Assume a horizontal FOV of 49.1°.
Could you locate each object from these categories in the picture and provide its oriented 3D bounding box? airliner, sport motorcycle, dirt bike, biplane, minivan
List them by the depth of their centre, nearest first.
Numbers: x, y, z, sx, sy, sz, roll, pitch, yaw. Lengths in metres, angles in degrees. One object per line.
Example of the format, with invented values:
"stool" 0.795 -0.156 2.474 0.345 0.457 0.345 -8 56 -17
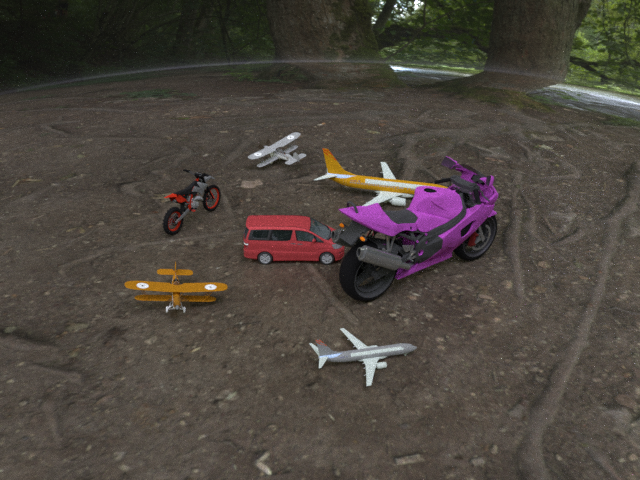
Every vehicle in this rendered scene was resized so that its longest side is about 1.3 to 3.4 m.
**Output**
"airliner" 0.561 1.293 8.439 1.307 0.429 1.161 -7 28 -12
"biplane" -1.942 0.664 9.554 1.336 0.504 1.090 -6 28 -11
"sport motorcycle" 1.472 -0.146 9.920 2.955 1.596 0.983 -17 32 -30
"minivan" -0.395 -0.026 10.745 1.548 0.616 0.681 0 28 0
"dirt bike" -2.150 -0.693 11.751 0.527 0.857 1.493 15 31 26
"airliner" 1.231 -1.150 12.641 2.541 0.835 2.257 7 29 13
"biplane" -0.799 -1.725 14.089 1.336 0.504 1.090 -25 36 -38
